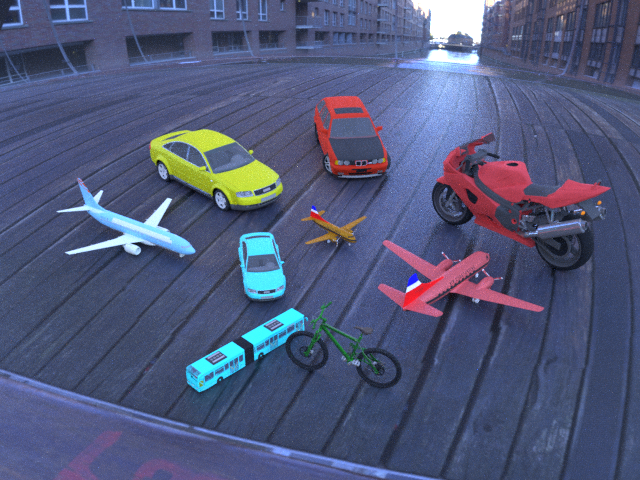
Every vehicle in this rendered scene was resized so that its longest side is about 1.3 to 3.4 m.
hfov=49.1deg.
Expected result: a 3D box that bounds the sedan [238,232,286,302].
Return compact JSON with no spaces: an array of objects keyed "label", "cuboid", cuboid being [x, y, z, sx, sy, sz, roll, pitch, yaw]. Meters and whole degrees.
[{"label":"sedan","cuboid":[-0.874,0.330,10.400,0.635,0.483,1.613,-5,30,-9]}]

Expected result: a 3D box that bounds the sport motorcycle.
[{"label":"sport motorcycle","cuboid":[2.987,-0.618,10.956,0.983,1.596,2.955,-26,38,-38]}]

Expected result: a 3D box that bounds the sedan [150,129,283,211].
[{"label":"sedan","cuboid":[-1.991,-1.441,13.104,1.235,0.940,3.137,-26,38,-38]}]

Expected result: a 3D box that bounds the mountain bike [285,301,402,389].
[{"label":"mountain bike","cuboid":[0.264,1.288,8.290,1.469,0.868,0.573,11,31,18]}]

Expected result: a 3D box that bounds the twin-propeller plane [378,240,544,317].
[{"label":"twin-propeller plane","cuboid":[1.817,0.484,9.809,2.663,0.792,2.129,25,38,37]}]

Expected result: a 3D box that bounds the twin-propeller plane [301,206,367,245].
[{"label":"twin-propeller plane","cuboid":[0.209,-0.229,11.480,1.370,0.407,1.095,-24,37,-37]}]

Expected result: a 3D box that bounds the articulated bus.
[{"label":"articulated bus","cuboid":[-0.885,1.352,8.771,0.311,0.289,1.749,26,38,38]}]

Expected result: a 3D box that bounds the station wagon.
[{"label":"station wagon","cuboid":[0.596,-2.237,14.550,1.327,0.920,3.105,-4,29,-6]}]

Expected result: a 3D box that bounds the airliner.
[{"label":"airliner","cuboid":[-3.001,-0.348,11.254,2.541,0.835,2.257,17,33,28]}]
